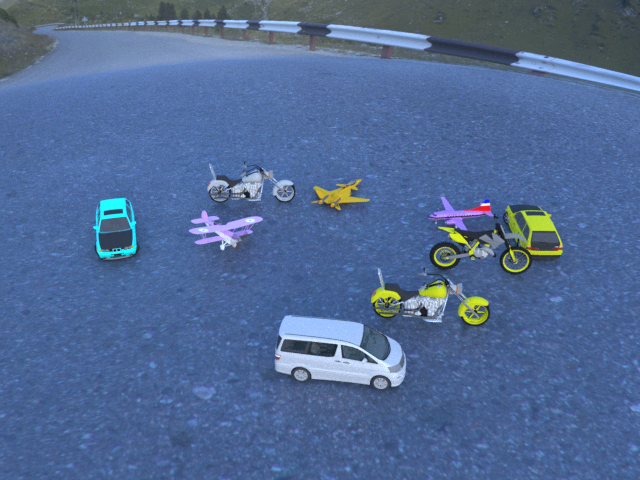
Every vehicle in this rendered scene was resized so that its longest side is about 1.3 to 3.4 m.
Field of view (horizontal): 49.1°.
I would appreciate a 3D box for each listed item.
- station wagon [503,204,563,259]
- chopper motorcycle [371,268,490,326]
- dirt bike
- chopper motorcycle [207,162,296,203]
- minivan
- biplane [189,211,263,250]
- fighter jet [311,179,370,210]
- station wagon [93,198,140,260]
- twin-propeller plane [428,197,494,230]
[{"bbox_3d":[3.431,-0.237,11.291,0.682,0.473,1.597,1,29,1],"label":"station wagon"},{"bbox_3d":[1.455,0.747,9.186,1.563,0.761,0.466,3,29,6],"label":"chopper motorcycle"},{"bbox_3d":[2.375,0.097,10.278,1.493,0.857,0.527,4,29,7],"label":"dirt bike"},{"bbox_3d":[-1.220,-1.014,12.418,1.563,0.761,0.466,-2,29,-4],"label":"chopper motorcycle"},{"bbox_3d":[0.250,1.309,8.307,1.548,0.616,0.681,4,29,8],"label":"minivan"},{"bbox_3d":[-1.562,-0.170,11.138,1.336,0.504,1.090,-23,36,-36],"label":"biplane"},{"bbox_3d":[0.441,-0.953,12.800,1.147,0.286,1.358,16,32,27],"label":"fighter jet"},{"bbox_3d":[-3.297,-0.229,11.277,0.682,0.473,1.597,-8,30,-14],"label":"station wagon"},{"bbox_3d":[2.352,-0.474,11.796,1.095,0.407,1.370,-4,29,-7],"label":"twin-propeller plane"}]
